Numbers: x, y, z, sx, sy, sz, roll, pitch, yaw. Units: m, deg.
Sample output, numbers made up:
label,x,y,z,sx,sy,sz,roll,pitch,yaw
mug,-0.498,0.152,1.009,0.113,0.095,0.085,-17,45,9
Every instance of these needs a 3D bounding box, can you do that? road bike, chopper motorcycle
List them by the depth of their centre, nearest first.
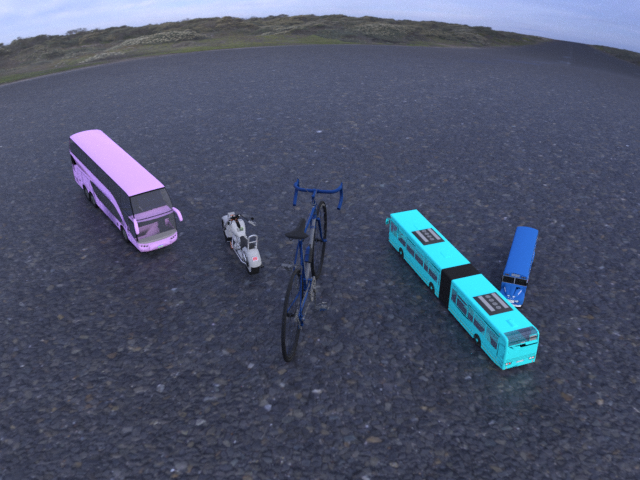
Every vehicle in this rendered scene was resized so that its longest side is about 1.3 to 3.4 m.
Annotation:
label,x,y,z,sx,sy,sz,roll,pitch,yaw
road bike,-0.174,0.255,9.324,0.696,1.656,3.004,5,31,9
chopper motorcycle,-1.236,-0.073,10.753,0.466,0.761,1.563,-13,33,-20

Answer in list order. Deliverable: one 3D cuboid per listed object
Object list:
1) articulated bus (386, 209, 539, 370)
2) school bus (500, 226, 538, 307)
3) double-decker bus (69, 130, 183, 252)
label,x,y,z,sx,sy,sz,roll,pitch,yaw
articulated bus,1.881,0.555,9.890,0.605,0.561,3.401,-10,32,-17
school bus,2.929,0.381,10.308,0.365,0.434,1.708,11,32,18
double-decker bus,-3.365,-0.868,11.807,0.756,1.052,3.251,-20,36,-30
